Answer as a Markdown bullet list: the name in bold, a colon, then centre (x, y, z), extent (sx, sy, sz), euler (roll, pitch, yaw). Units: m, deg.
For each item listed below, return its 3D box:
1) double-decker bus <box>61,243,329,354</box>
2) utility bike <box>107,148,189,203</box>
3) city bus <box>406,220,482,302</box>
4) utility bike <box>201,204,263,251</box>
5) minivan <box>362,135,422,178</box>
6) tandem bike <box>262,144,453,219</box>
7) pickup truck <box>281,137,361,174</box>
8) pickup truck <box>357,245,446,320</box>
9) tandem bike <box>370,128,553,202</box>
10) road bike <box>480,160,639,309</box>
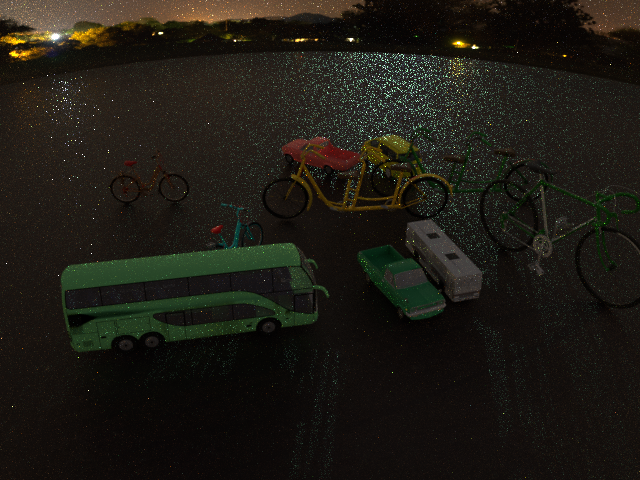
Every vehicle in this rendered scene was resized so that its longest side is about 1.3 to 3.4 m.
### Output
- **double-decker bus**: centre (-1.551, 0.717, 8.942), extent (3.251, 1.052, 0.756), euler (-6, 30, -10)
- **utility bike**: centre (-3.033, -1.113, 12.295), extent (1.435, 0.946, 0.535), euler (-1, 29, -2)
- **city bus**: centre (1.785, 0.289, 10.304), extent (0.476, 0.460, 1.674), euler (-9, 31, -15)
- **utility bike**: centre (-1.342, -0.026, 10.368), extent (0.535, 0.946, 1.435), euler (18, 34, 29)
- **minivan**: centre (1.377, -1.705, 13.681), extent (0.681, 0.616, 1.548), euler (-13, 32, -21)
- **tandem bike**: centre (0.629, -0.935, 11.593), extent (3.192, 1.326, 0.550), euler (0, 29, -1)
- **pickup truck**: centre (0.012, -1.718, 13.810), extent (1.603, 0.511, 0.640), euler (19, 35, 30)
- **pickup truck**: centre (1.115, 0.527, 9.831), extent (0.640, 0.511, 1.603), euler (-12, 32, -21)
- **tandem bike**: centre (2.482, -1.281, 12.206), extent (3.192, 1.326, 0.550), euler (2, 29, 3)
- **road bike**: centre (3.409, -0.215, 9.981), extent (0.696, 1.656, 3.004), euler (-19, 34, -29)
